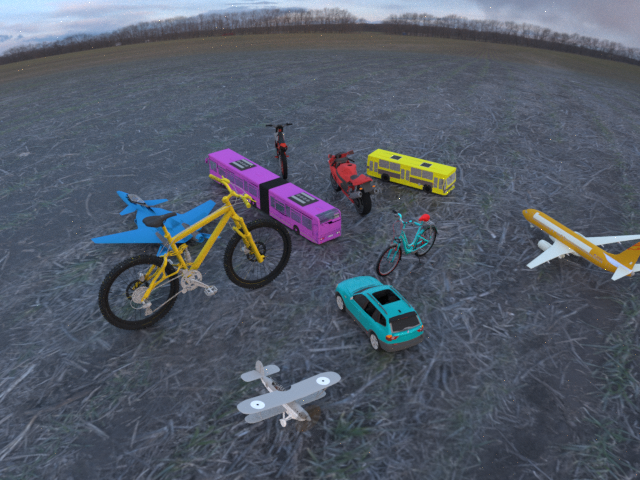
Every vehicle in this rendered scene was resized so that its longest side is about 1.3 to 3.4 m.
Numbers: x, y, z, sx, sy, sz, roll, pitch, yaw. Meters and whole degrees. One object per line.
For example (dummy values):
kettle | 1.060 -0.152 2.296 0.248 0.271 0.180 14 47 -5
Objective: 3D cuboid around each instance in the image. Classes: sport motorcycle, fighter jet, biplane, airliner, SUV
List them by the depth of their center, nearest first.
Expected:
biplane | -0.416 1.735 7.916 1.336 0.504 1.090 -21 36 -32
SUV | 0.772 0.887 9.319 0.656 0.580 1.572 -13 32 -22
airliner | 3.980 -0.123 10.825 2.257 0.835 2.541 -13 32 -21
fighter jet | -2.873 -0.528 11.810 2.229 0.557 2.640 -22 36 -33
sport motorcycle | 0.536 -1.039 12.436 0.506 0.821 1.520 -12 32 -21

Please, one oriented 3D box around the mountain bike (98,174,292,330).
mountain bike | -1.613 0.188 9.424 2.857 1.688 1.114 -18 35 -29

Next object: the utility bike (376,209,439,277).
utility bike | 1.385 -0.003 10.505 1.435 0.946 0.535 -25 38 -37

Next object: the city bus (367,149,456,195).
city bus | 1.707 -1.272 13.206 1.674 0.460 0.476 18 35 29

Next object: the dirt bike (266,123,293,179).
dirt bike | -0.773 -1.819 13.761 0.527 0.857 1.493 -4 30 -8

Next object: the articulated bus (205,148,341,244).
articulated bus | -0.897 -0.838 12.346 0.605 0.561 3.401 -22 36 -33
